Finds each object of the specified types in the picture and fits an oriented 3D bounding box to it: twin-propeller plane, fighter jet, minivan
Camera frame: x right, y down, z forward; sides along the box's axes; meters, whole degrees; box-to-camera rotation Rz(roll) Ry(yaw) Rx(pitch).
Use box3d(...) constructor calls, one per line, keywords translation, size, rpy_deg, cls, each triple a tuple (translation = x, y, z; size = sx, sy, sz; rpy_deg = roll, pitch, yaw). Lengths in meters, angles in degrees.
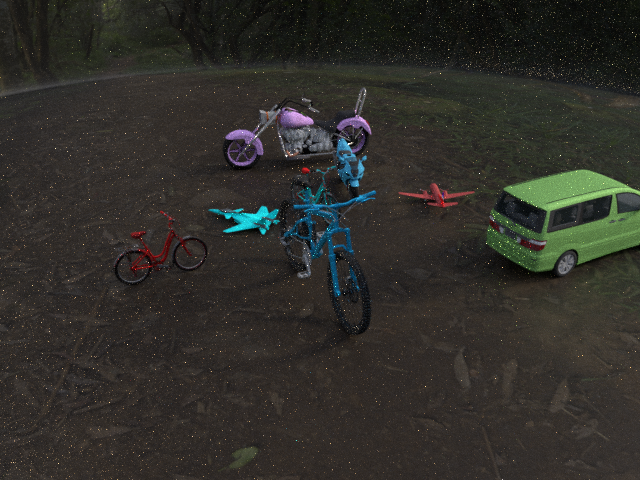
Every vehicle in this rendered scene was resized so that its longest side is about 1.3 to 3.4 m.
box3d(translation=(2.097, -0.836, 12.484), size=(1.370, 0.407, 1.095), rpy_deg=(-1, 27, -2), cls="twin-propeller plane")
box3d(translation=(-1.354, -0.447, 11.861), size=(1.358, 0.286, 1.147), rpy_deg=(15, 31, 26), cls="fighter jet")
box3d(translation=(4.054, -0.400, 10.777), size=(3.011, 1.197, 1.324), rpy_deg=(-14, 30, -25), cls="minivan")

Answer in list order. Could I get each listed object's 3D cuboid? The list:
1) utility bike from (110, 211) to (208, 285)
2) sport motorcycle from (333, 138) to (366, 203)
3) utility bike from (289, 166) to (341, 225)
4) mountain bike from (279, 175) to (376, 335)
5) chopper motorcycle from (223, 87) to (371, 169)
box3d(translation=(-2.336, 0.102, 10.079), size=(1.435, 0.946, 0.535), rpy_deg=(-14, 30, -25), cls="utility bike")
box3d(translation=(0.522, -1.290, 12.913), size=(0.506, 0.821, 1.520), rpy_deg=(-4, 28, -7), cls="sport motorcycle")
box3d(translation=(-0.058, -0.850, 11.924), size=(0.535, 0.946, 1.435), rpy_deg=(-19, 33, -33), cls="utility bike")
box3d(translation=(-0.008, 0.025, 9.418), size=(1.114, 1.688, 2.857), rpy_deg=(-11, 29, -21), cls="mountain bike")
box3d(translation=(-0.443, -2.238, 14.031), size=(3.040, 1.480, 0.906), rpy_deg=(-6, 28, -12), cls="chopper motorcycle")
